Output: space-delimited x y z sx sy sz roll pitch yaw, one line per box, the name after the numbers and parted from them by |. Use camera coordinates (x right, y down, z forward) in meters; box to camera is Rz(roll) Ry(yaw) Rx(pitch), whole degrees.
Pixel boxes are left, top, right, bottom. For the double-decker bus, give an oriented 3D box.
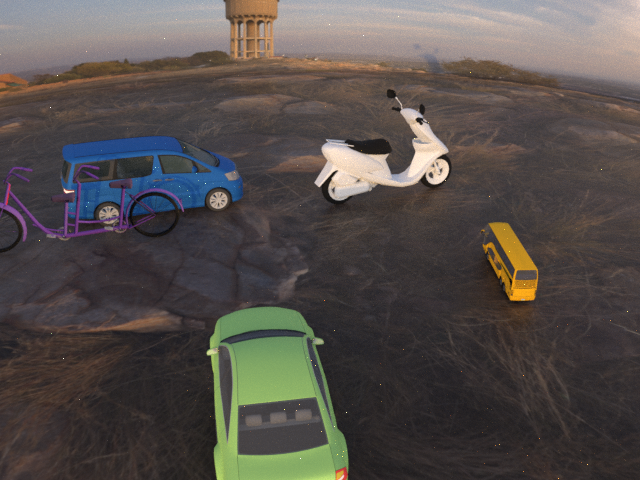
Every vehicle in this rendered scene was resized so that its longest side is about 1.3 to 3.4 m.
2.674 0.260 9.958 0.389 0.541 1.672 -1 26 -2 | double-decker bus

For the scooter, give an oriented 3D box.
1.190 -1.607 12.323 2.721 1.786 1.288 -11 28 -20 | scooter

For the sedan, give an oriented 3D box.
-0.500 1.468 7.071 1.235 0.940 3.137 -4 27 -9 | sedan

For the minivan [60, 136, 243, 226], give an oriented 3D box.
-2.841 -1.113 11.991 3.011 1.197 1.324 -9 28 -18 | minivan

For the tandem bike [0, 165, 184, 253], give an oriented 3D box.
-3.707 -0.519 10.646 3.192 1.326 0.550 -6 27 -13 | tandem bike
